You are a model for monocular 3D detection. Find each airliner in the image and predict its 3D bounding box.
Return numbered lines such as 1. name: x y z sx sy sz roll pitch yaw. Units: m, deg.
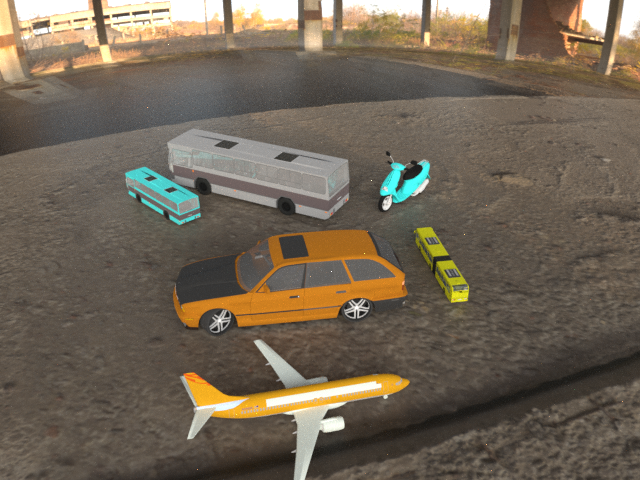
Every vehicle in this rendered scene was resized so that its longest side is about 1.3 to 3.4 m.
1. airliner: -0.207 1.576 7.615 2.541 0.835 2.257 -7 31 -13

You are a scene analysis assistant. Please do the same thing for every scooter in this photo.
1. scooter: 1.485 -1.080 12.168 0.662 0.919 1.399 25 38 37

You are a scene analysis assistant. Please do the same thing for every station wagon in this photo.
1. station wagon: -0.420 0.478 9.446 3.105 0.920 1.327 -5 30 -8

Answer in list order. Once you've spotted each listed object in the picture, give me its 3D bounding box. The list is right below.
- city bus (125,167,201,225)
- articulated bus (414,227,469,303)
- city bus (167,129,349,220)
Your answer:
1. city bus: -2.723 -0.758 12.067 0.476 0.460 1.674 -25 38 -37
2. articulated bus: 1.774 0.332 10.337 0.311 0.289 1.749 -5 30 -8
3. city bus: -1.120 -1.163 12.338 3.255 0.894 0.926 14 33 23
